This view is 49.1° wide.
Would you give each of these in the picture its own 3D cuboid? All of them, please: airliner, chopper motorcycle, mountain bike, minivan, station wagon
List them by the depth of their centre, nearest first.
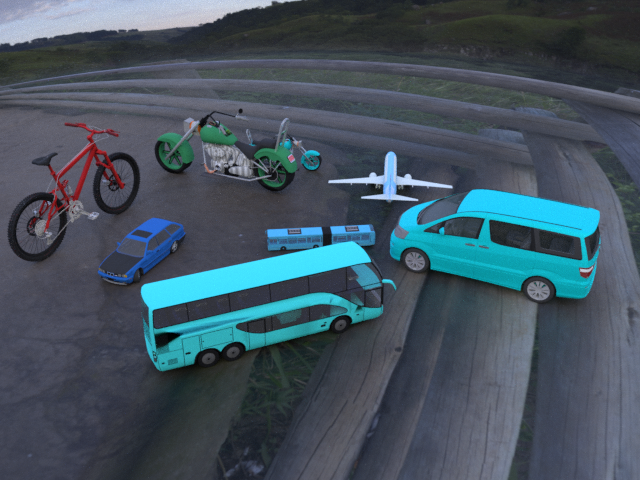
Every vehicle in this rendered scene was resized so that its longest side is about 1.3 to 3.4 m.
[{"bbox_3d":[2.548,-0.055,10.386,3.011,1.197,1.324,13,32,22],"label":"minivan"},{"bbox_3d":[-2.744,0.120,10.808,0.682,0.473,1.597,12,32,20],"label":"station wagon"},{"bbox_3d":[-3.908,-0.848,11.281,1.114,1.688,2.857,14,33,24],"label":"mountain bike"},{"bbox_3d":[1.310,-1.320,12.967,2.257,0.835,2.541,3,30,5],"label":"airliner"},{"bbox_3d":[-1.822,-1.766,13.099,3.040,1.480,0.906,13,32,22],"label":"chopper motorcycle"},{"bbox_3d":[-0.744,-1.779,13.846,1.563,0.761,0.466,5,30,9],"label":"chopper motorcycle"}]

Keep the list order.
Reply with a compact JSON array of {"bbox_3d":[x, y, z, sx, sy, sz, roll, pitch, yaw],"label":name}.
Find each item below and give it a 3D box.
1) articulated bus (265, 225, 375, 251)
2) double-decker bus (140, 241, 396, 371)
[{"bbox_3d":[0.006,-0.040,11.276,1.749,0.289,0.311,-3,30,-5],"label":"articulated bus"},{"bbox_3d":[-0.629,0.802,9.031,3.251,1.052,0.756,-12,32,-20],"label":"double-decker bus"}]
